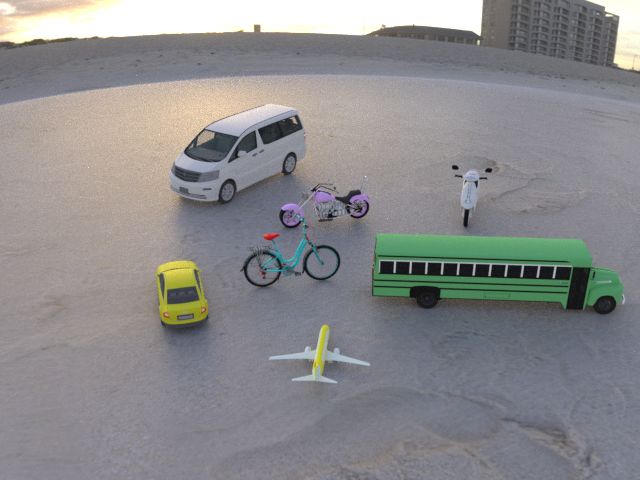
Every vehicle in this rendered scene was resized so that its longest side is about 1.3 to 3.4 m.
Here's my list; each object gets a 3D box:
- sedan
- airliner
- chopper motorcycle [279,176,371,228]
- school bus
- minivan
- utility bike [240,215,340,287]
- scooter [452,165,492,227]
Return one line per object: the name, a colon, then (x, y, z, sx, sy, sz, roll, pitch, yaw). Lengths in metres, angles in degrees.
sedan: (-1.865, 0.632, 9.342, 0.635, 0.483, 1.613, -7, 27, -13)
airliner: (0.008, 1.245, 8.135, 1.161, 0.429, 1.307, 3, 26, 5)
chopper motorcycle: (0.091, -0.633, 11.639, 1.563, 0.761, 0.466, -7, 27, -14)
school bus: (2.365, 0.421, 9.363, 3.322, 0.844, 0.709, 2, 26, 4)
minivan: (-1.530, -1.689, 13.323, 1.324, 1.197, 3.011, 17, 31, 32)
utility bike: (-0.422, 0.161, 9.785, 1.435, 0.946, 0.535, -6, 26, -11)
scooter: (2.564, -0.872, 11.953, 0.662, 0.919, 1.399, 6, 27, 13)
